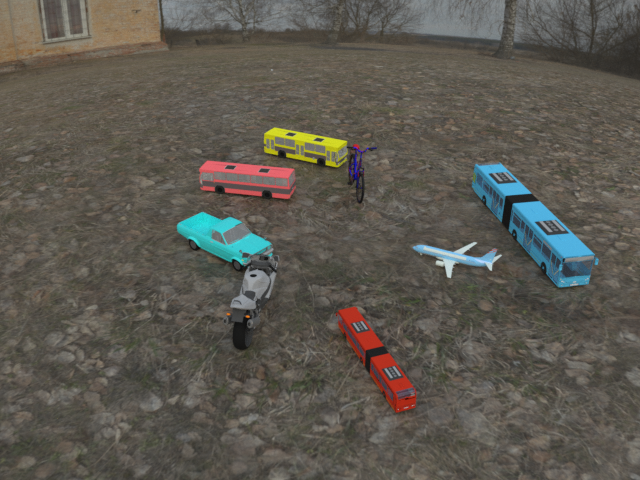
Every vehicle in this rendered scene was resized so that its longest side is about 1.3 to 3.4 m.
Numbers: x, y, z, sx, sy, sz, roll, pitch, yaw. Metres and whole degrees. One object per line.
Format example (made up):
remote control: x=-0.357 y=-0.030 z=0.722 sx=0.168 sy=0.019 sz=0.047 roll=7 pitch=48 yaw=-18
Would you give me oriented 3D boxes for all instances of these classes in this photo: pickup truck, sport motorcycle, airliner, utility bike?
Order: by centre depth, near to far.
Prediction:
sport motorcycle: x=-0.848 y=0.729 z=8.971 sx=0.506 sy=0.821 sz=1.520 roll=6 pitch=30 yaw=10
airliner: x=1.986 y=0.167 z=10.372 sx=1.307 sy=0.429 sz=1.161 roll=16 pitch=33 yaw=26
pickup truck: x=-1.466 y=-0.052 z=10.678 sx=1.603 sy=0.511 sz=0.640 roll=22 pitch=36 yaw=34
utility bike: x=0.697 y=-1.297 z=12.449 sx=0.535 sy=0.946 sz=1.435 roll=-4 pitch=30 yaw=-6

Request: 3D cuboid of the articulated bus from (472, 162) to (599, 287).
articulated bus: x=3.276 y=-0.352 z=11.159 sx=0.605 sy=0.561 sz=3.401 roll=-5 pitch=30 yaw=-9

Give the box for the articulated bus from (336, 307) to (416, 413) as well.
articulated bus: x=0.642 y=1.378 z=8.361 sx=0.311 sy=0.289 sz=1.749 roll=-10 pitch=31 yaw=-18

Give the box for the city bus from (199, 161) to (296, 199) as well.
city bus: x=-1.296 y=-1.061 z=12.525 sx=1.674 sy=0.460 sz=0.476 roll=7 pitch=30 yaw=12

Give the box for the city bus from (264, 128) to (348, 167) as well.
city bus: x=-0.292 y=-1.822 z=13.878 sx=1.674 sy=0.460 sz=0.476 roll=14 pitch=32 yaw=24
